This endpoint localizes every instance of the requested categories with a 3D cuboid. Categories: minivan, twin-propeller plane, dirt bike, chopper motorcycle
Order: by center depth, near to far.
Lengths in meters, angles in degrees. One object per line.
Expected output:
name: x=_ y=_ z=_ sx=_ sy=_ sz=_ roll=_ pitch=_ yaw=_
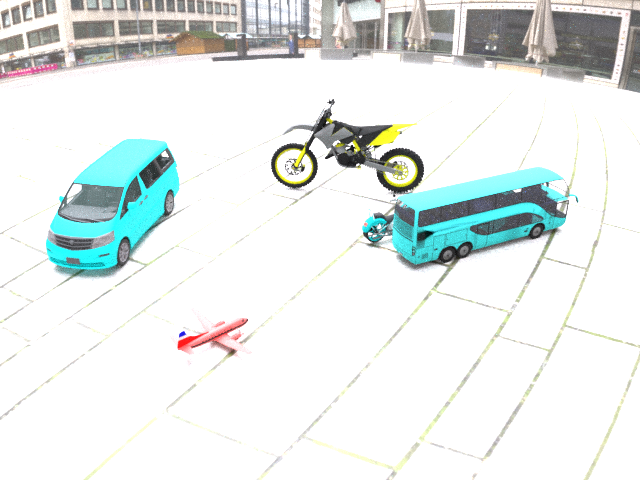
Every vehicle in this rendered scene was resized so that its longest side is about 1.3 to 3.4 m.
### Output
twin-propeller plane: x=-1.370 y=1.170 z=9.040 sx=1.095 sy=0.407 sz=1.370 roll=-23 pitch=36 yaw=-36
chopper motorcycle: x=1.400 y=-0.407 z=11.592 sx=1.563 sy=0.761 sz=0.466 roll=-13 pitch=31 yaw=-23
minivan: x=-3.380 y=-0.659 z=11.600 sx=1.324 sy=1.197 sz=3.011 roll=6 pitch=29 yaw=10
dirt bike: x=0.505 y=-1.675 z=12.991 sx=2.903 sy=1.666 sz=1.024 roll=3 pitch=28 yaw=5

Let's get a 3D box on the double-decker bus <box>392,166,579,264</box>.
double-decker bus: x=2.698 y=-0.441 z=11.350 sx=3.251 sy=1.052 sz=0.756 roll=-13 pitch=31 yaw=-23
